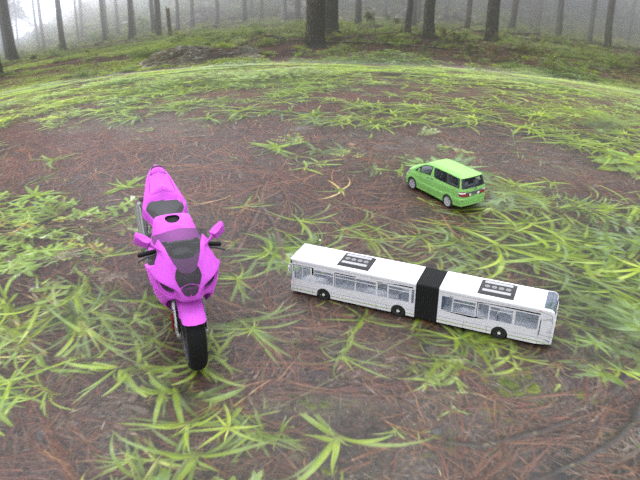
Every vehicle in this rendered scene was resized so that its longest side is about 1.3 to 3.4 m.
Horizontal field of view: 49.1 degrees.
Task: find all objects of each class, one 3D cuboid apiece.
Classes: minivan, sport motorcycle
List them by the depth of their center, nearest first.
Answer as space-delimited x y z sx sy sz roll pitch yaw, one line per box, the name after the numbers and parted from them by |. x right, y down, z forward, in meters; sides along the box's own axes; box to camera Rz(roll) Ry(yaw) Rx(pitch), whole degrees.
-1.752 0.245 8.526 0.983 1.596 2.955 -9 28 -16 | sport motorcycle
2.154 -1.066 12.176 0.681 0.616 1.548 -16 31 -28 | minivan

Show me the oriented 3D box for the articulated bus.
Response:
1.222 0.649 8.873 3.401 0.561 0.605 11 29 20 | articulated bus
